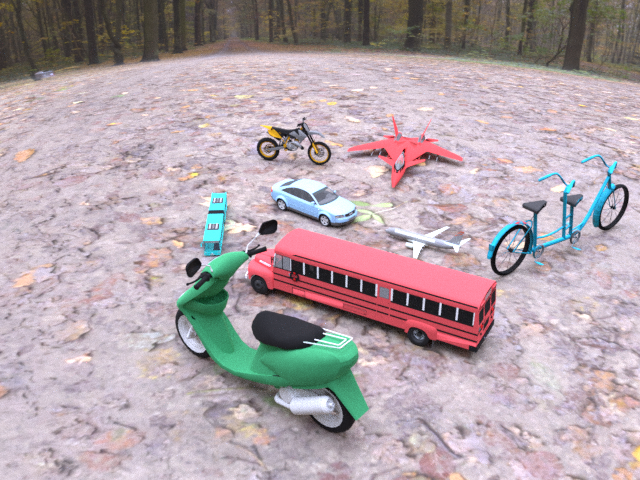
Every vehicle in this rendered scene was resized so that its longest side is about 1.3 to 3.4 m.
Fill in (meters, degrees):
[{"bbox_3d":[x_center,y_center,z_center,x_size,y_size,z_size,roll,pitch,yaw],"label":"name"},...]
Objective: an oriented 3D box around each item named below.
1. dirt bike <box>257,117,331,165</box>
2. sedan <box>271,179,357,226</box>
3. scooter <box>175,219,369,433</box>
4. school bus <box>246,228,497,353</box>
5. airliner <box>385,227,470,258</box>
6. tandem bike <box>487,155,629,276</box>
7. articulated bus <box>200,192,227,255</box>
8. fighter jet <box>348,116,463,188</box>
[{"bbox_3d":[-0.507,-1.886,13.407,1.493,0.857,0.527,7,29,12],"label":"dirt bike"},{"bbox_3d":[-0.106,-0.679,11.568,1.613,0.483,0.635,22,35,34],"label":"sedan"},{"bbox_3d":[-0.635,0.875,7.322,2.721,1.786,1.288,21,35,34],"label":"scooter"},{"bbox_3d":[0.528,0.550,8.914,3.322,0.844,0.709,15,32,26],"label":"school bus"},{"bbox_3d":[1.562,-0.093,10.541,1.307,0.429,1.161,17,33,29],"label":"airliner"},{"bbox_3d":[3.579,-0.413,10.190,3.192,1.326,0.550,-19,34,-31],"label":"tandem bike"},{"bbox_3d":[-1.641,-0.282,11.037,0.311,0.289,1.749,-2,28,-3],"label":"articulated bus"},{"bbox_3d":[1.591,-1.685,13.351,2.229,0.557,2.640,6,29,12],"label":"fighter jet"}]
